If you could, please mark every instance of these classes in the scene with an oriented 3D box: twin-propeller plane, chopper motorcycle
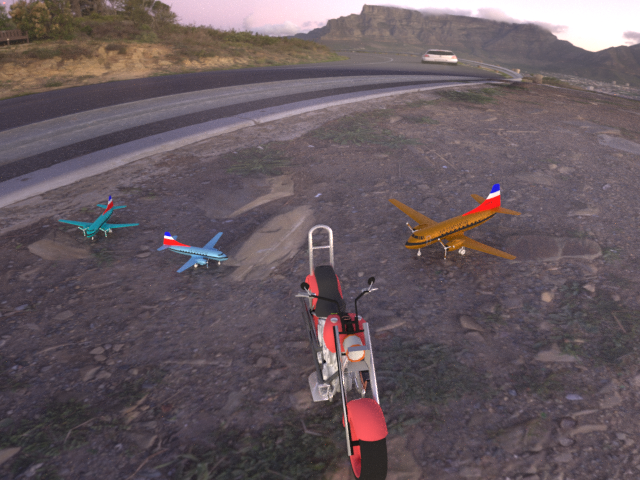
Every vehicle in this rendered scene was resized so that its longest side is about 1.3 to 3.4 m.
[{"bbox_3d":[-1.887,0.128,10.582,1.095,0.407,1.370,9,28,17],"label":"twin-propeller plane"},{"bbox_3d":[0.231,1.083,7.499,0.906,1.480,3.040,-5,27,-9],"label":"chopper motorcycle"},{"bbox_3d":[2.141,-0.316,11.036,2.129,0.792,2.663,-18,32,-32],"label":"twin-propeller plane"},{"bbox_3d":[-3.618,-0.362,11.553,1.370,0.407,1.095,3,27,6],"label":"twin-propeller plane"}]
